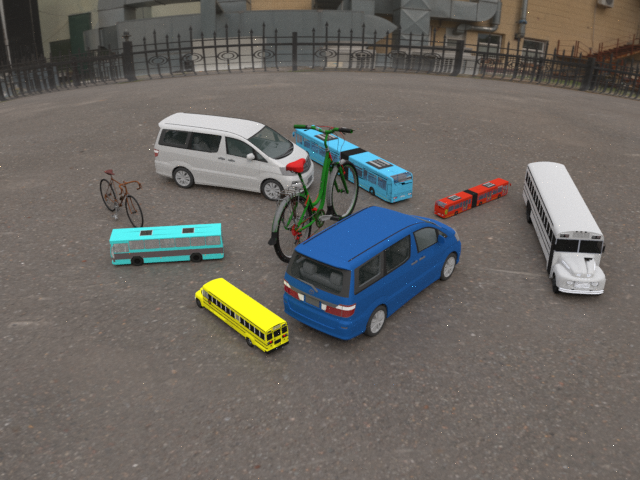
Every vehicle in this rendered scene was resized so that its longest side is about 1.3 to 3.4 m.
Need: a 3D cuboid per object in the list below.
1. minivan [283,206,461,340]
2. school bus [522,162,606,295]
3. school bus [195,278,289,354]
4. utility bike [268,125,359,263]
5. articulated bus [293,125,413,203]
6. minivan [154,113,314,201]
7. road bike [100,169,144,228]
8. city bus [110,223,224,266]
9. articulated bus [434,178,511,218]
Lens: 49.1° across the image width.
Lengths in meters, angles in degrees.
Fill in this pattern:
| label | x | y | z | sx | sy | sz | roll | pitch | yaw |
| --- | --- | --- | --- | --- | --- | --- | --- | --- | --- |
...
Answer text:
| label | x | y | z | sx | sy | sz | roll | pitch | yaw |
| --- | --- | --- | --- | --- | --- | --- | --- | --- | --- |
| minivan | 0.834 | 0.234 | 9.633 | 1.324 | 1.197 | 3.011 | 20 | 34 | 34 |
| school bus | 3.778 | -0.253 | 10.962 | 0.709 | 0.844 | 3.322 | 3 | 27 | 5 |
| school bus | -1.070 | 0.929 | 9.118 | 0.365 | 0.434 | 1.708 | -22 | 34 | -36 |
| utility bike | -0.123 | -0.850 | 11.034 | 1.039 | 1.839 | 2.791 | 15 | 31 | 26 |
| articulated bus | 0.567 | -1.559 | 13.803 | 0.605 | 0.561 | 3.401 | -16 | 32 | -29 |
| minivan | -1.607 | -1.623 | 13.234 | 3.011 | 1.197 | 1.324 | 9 | 29 | 17 |
| road bike | -3.400 | -0.735 | 11.889 | 0.358 | 0.852 | 1.545 | -22 | 34 | -36 |
| city bus | -2.329 | 0.078 | 10.740 | 1.674 | 0.460 | 0.476 | -3 | 27 | -6 |
| articulated bus | 2.743 | -0.760 | 12.552 | 1.749 | 0.289 | 0.311 | -20 | 33 | -34 |
